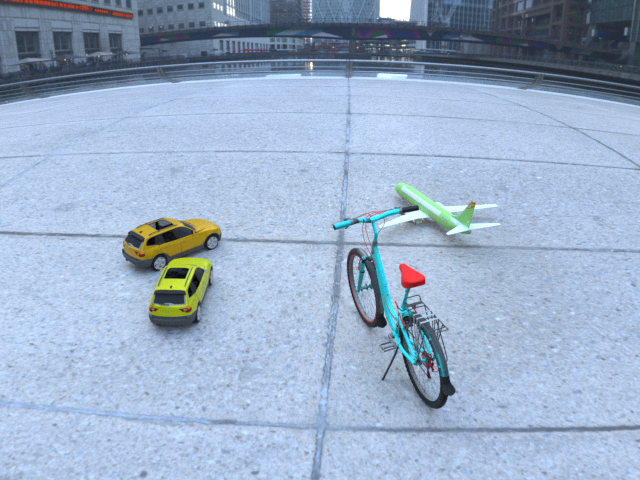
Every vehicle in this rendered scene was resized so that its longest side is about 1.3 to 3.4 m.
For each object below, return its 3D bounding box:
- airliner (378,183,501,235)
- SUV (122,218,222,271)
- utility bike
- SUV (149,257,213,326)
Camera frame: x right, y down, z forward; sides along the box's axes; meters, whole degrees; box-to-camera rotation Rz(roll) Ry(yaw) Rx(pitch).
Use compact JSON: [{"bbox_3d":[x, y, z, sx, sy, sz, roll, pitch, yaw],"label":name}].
[{"bbox_3d":[1.887,-0.688,11.783,2.257,0.835,2.541,-10,28,-20],"label":"airliner"},{"bbox_3d":[-2.262,-0.043,10.768,1.572,0.580,0.656,-24,35,-39],"label":"SUV"},{"bbox_3d":[0.752,0.639,7.975,1.039,1.839,2.791,-9,28,-17],"label":"utility bike"},{"bbox_3d":[-1.870,0.599,9.472,0.656,0.580,1.572,1,26,2],"label":"SUV"}]
